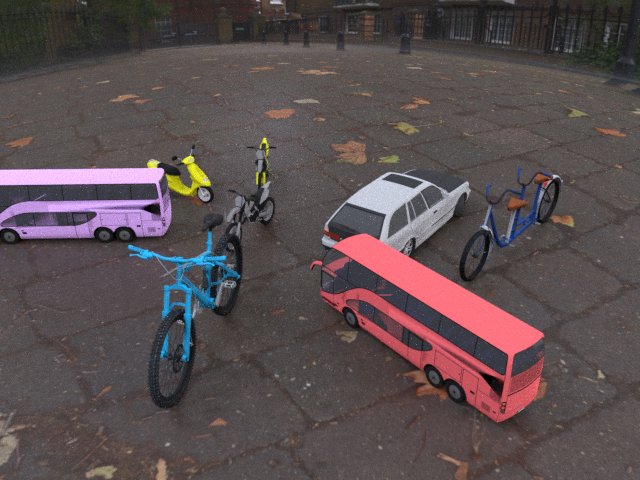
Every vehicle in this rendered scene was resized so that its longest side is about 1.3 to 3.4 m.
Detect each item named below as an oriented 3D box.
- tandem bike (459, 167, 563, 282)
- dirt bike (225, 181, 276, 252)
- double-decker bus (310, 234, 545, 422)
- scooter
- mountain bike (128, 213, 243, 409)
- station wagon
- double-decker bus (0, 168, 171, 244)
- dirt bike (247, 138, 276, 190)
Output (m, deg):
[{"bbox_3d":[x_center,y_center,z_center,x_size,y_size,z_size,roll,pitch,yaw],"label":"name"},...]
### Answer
[{"bbox_3d":[2.990,-0.453,10.590,0.550,1.326,3.192,23,37,35],"label":"tandem bike"},{"bbox_3d":[-1.098,-0.427,11.023,0.527,0.857,1.493,14,32,23],"label":"dirt bike"},{"bbox_3d":[1.169,0.901,8.460,0.756,1.052,3.251,-21,36,-33],"label":"double-decker bus"},{"bbox_3d":[-2.481,-1.167,12.277,1.399,0.919,0.662,13,32,22],"label":"scooter"},{"bbox_3d":[-1.428,0.616,8.317,1.114,1.688,2.857,6,30,11],"label":"mountain bike"},{"bbox_3d":[1.331,-0.564,11.201,1.327,0.920,3.105,19,35,30],"label":"station wagon"},{"bbox_3d":[-4.021,-0.556,11.054,3.251,1.052,0.756,-1,29,-1],"label":"double-decker bus"},{"bbox_3d":[-1.030,-1.355,12.675,0.527,0.857,1.493,0,29,1],"label":"dirt bike"}]
